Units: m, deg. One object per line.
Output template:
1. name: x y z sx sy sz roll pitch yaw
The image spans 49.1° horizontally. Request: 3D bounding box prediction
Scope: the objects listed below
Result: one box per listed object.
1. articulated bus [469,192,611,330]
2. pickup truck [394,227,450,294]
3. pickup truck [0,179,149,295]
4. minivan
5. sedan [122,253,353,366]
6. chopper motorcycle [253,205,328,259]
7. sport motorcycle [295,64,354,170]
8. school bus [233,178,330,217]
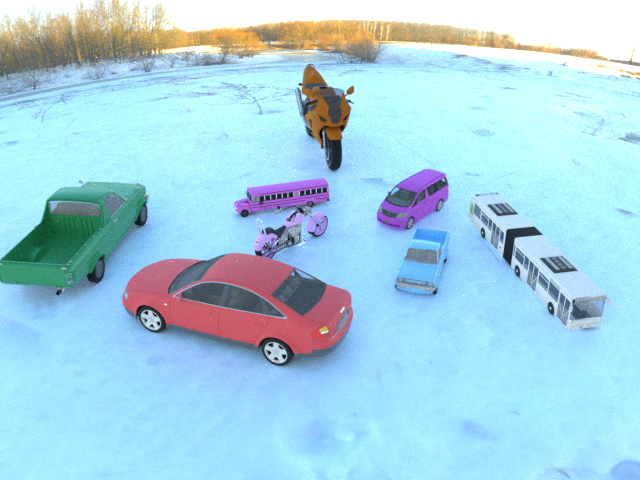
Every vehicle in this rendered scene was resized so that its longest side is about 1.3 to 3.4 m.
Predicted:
1. articulated bus: 3.115 0.192 10.456 0.605 0.561 3.401 -6 28 -10
2. pickup truck: 1.549 0.241 10.417 0.640 0.511 1.603 8 29 15
3. pickup truck: -3.690 -0.224 10.780 1.244 0.993 3.117 3 28 6
4. minivan: 1.618 -0.721 12.122 0.681 0.616 1.548 22 35 35
5. sedan: -1.122 0.715 9.062 3.137 0.940 1.235 11 30 20
6. chopper motorcycle: -0.437 -0.216 11.012 0.466 0.761 1.563 23 36 37
7. sport motorcycle: 0.050 -2.621 14.665 0.983 1.596 2.955 -5 28 -10
8. school bus: -0.689 -0.765 12.399 1.708 0.434 0.365 -9 29 -17
